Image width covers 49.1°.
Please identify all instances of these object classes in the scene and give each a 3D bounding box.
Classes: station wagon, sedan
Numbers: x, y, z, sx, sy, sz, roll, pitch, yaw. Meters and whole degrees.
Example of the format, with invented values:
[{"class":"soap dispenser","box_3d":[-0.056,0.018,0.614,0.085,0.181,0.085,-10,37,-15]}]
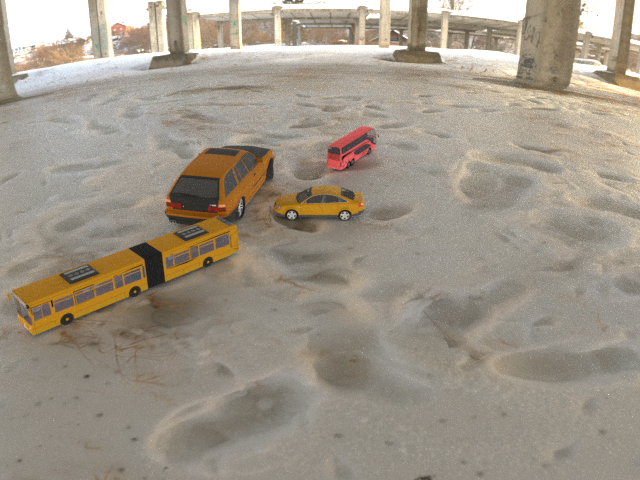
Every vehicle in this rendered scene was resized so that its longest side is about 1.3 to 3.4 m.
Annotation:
[{"class":"station wagon","box_3d":[-1.746,-1.223,12.901,1.327,0.920,3.105,6,28,12]},{"class":"sedan","box_3d":[-0.014,-0.684,12.341,1.613,0.483,0.635,0,28,1]}]

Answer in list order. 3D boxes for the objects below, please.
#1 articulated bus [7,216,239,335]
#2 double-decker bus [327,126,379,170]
[{"class":"articulated bus","box_3d":[-2.679,0.432,10.122,3.401,0.561,0.605,-23,36,-37]},{"class":"double-decker bus","box_3d":[0.698,-1.954,14.708,0.389,0.541,1.672,15,31,27]}]
